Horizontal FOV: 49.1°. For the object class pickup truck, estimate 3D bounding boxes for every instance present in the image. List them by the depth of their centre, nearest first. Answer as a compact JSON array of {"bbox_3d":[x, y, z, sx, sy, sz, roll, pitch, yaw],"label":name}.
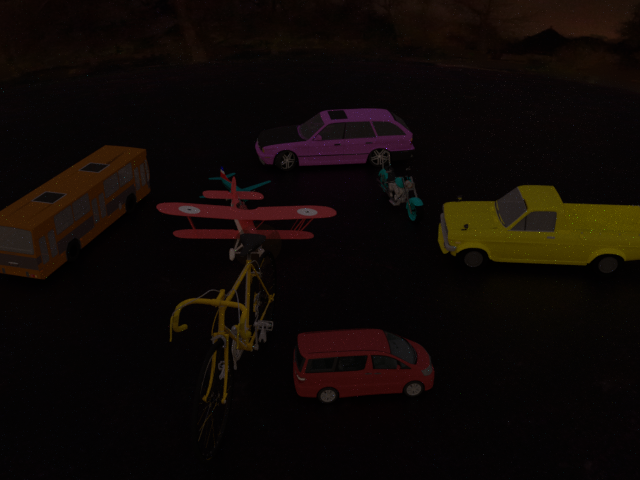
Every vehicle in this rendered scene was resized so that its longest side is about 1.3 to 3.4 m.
[{"bbox_3d":[3.324,-0.208,10.243,3.117,0.993,1.244,2,27,4],"label":"pickup truck"}]

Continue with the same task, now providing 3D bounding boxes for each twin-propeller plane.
[{"bbox_3d":[-1.524,-0.960,12.331,1.370,0.407,1.095,-16,31,-28],"label":"twin-propeller plane"}]

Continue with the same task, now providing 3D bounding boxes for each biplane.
[{"bbox_3d":[-1.101,-0.327,10.486,2.598,0.981,2.120,-8,28,-15],"label":"biplane"}]

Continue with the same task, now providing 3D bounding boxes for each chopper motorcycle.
[{"bbox_3d":[1.368,-0.910,11.851,0.466,0.761,1.563,-9,29,-16],"label":"chopper motorcycle"}]

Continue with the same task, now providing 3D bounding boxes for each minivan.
[{"bbox_3d":[0.484,1.334,7.676,1.548,0.616,0.681,-3,28,-6],"label":"minivan"}]

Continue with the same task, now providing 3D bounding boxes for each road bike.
[{"bbox_3d":[-0.841,0.895,7.391,0.696,1.656,3.004,5,28,9],"label":"road bike"}]

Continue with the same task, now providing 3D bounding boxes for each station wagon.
[{"bbox_3d":[0.269,-2.048,13.874,3.105,0.920,1.327,-3,28,-6],"label":"station wagon"}]

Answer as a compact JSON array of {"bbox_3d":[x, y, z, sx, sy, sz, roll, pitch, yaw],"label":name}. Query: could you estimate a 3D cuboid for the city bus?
[{"bbox_3d":[-3.771,-0.500,10.914,0.926,0.894,3.255,7,28,13],"label":"city bus"}]
